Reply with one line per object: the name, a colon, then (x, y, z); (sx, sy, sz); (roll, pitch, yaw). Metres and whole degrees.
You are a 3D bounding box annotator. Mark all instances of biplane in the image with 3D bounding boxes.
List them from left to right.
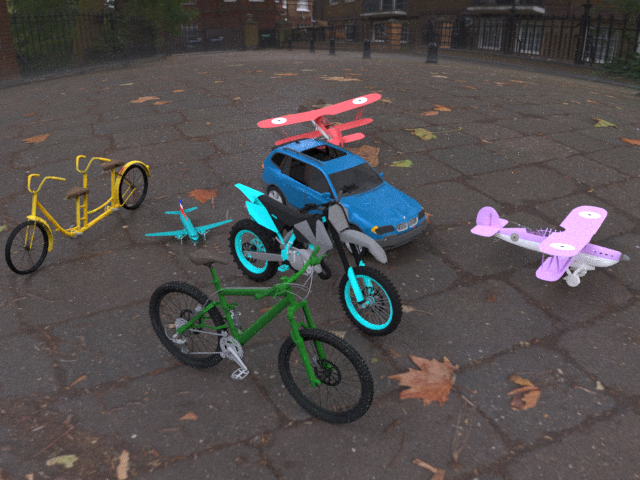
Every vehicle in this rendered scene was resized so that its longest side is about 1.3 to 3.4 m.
biplane: (0.093, -2.234, 14.028); (2.598, 0.981, 2.120); (-8, 29, -15)
biplane: (3.200, 0.016, 9.760); (2.120, 0.981, 2.598); (16, 32, 27)

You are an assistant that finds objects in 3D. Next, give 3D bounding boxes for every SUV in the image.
SUV: (0.298, -0.783, 11.117); (1.276, 1.128, 3.058); (-22, 35, -35)

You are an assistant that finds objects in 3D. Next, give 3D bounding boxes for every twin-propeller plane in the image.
twin-propeller plane: (-2.055, -0.263, 10.905); (1.370, 0.407, 1.095); (-11, 30, -20)

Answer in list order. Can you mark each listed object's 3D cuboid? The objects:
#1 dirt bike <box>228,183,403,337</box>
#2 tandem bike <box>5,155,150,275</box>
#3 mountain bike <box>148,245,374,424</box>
dirt bike: (-0.144, 0.108, 8.851); (2.903, 1.666, 1.024); (22, 35, 35)
tandem bike: (-3.585, -0.639, 10.634); (0.550, 1.326, 3.192); (12, 30, 21)
mountain bike: (-0.721, 0.906, 7.314); (2.857, 1.688, 1.114); (15, 31, 27)
